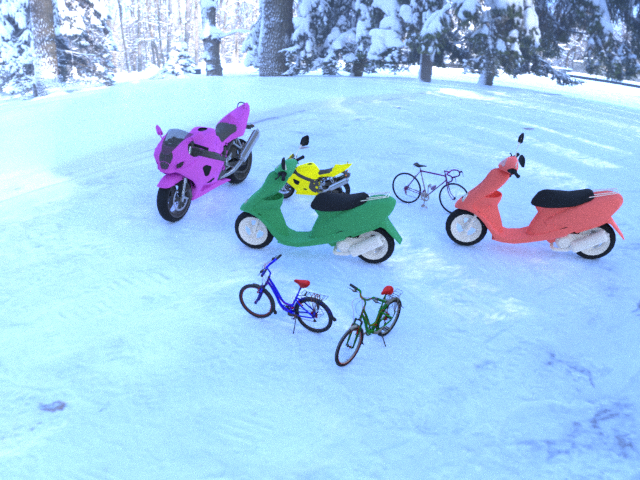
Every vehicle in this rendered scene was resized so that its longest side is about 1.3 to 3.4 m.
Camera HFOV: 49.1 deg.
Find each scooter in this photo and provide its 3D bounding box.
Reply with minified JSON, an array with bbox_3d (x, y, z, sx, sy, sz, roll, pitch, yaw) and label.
[{"bbox_3d":[3.368,-0.611,10.890,2.721,1.786,1.288,6,27,12],"label":"scooter"},{"bbox_3d":[-0.066,-0.556,10.778,2.721,1.786,1.288,7,27,14],"label":"scooter"}]

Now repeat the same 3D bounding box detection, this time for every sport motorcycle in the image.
[{"bbox_3d":[-0.154,-1.126,13.033,1.520,0.821,0.506,4,26,8],"label":"sport motorcycle"},{"bbox_3d":[-2.080,-1.489,12.893,0.983,1.596,2.955,12,29,23],"label":"sport motorcycle"}]

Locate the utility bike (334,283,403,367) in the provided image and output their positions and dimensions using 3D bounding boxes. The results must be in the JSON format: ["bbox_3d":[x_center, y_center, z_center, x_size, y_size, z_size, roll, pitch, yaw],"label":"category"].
[{"bbox_3d":[0.678,0.965,8.637,0.535,0.946,1.435,20,32,35],"label":"utility bike"}]

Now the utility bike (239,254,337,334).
[{"bbox_3d":[-0.465,0.744,9.087,1.435,0.946,0.535,11,28,22],"label":"utility bike"}]

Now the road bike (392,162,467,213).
[{"bbox_3d":[1.999,-0.963,12.666,1.545,0.852,0.358,16,30,29],"label":"road bike"}]
